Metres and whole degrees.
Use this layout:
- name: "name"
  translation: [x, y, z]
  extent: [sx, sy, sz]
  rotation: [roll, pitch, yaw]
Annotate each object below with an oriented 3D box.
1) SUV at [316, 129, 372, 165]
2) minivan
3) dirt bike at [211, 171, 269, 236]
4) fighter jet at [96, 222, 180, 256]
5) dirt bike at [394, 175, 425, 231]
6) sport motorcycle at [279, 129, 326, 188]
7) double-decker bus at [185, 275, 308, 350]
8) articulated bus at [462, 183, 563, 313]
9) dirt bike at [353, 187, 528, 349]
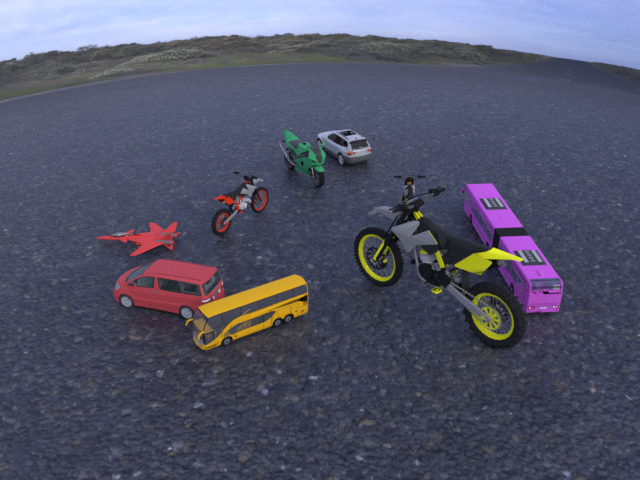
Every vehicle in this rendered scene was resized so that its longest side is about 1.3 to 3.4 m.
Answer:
- name: "SUV"
  translation: [0.497, -2.054, 14.801]
  extent: [0.656, 0.580, 1.572]
  rotation: [-14, 31, -24]
- name: "minivan"
  translation: [-2.136, 0.628, 9.775]
  extent: [1.548, 0.616, 0.681]
  rotation: [9, 29, 16]
- name: "dirt bike"
  translation: [-1.359, -0.675, 11.945]
  extent: [0.527, 0.857, 1.493]
  rotation: [18, 33, 29]
- name: "fighter jet"
  translation: [-3.015, -0.089, 11.456]
  extent: [1.358, 0.286, 1.147]
  rotation: [2, 28, 3]
- name: "dirt bike"
  translation: [1.513, -0.631, 11.863]
  extent: [0.527, 0.857, 1.493]
  rotation: [0, 28, 0]
- name: "sport motorcycle"
  translation: [-0.322, -1.610, 13.721]
  extent: [0.506, 0.821, 1.520]
  rotation: [-16, 32, -27]
- name: "double-decker bus"
  translation: [-0.925, 0.954, 9.247]
  extent: [1.672, 0.541, 0.389]
  rotation: [-17, 33, -29]
- name: "articulated bus"
  translation: [2.926, 0.009, 10.985]
  extent: [0.605, 0.561, 3.401]
  rotation: [-2, 28, -4]
- name: "dirt bike"
  translation: [1.510, 0.277, 9.319]
  extent: [1.024, 1.666, 2.903]
  rotation: [-24, 36, -37]
